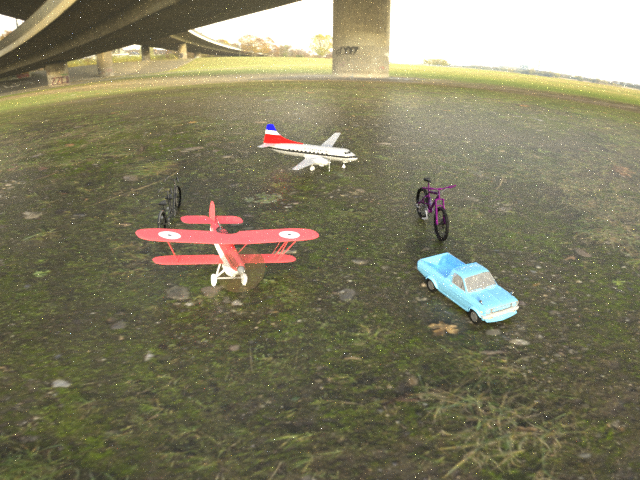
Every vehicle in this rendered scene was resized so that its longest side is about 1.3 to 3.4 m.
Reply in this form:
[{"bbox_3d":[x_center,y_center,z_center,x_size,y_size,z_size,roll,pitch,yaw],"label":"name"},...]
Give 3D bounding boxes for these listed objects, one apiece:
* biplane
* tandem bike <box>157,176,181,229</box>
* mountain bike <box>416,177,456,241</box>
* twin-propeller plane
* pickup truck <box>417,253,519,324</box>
[{"bbox_3d":[-1.361,0.039,10.277,2.598,0.981,2.120,-9,27,-18],"label":"biplane"},{"bbox_3d":[-2.598,-0.643,12.075,0.283,0.682,1.642,1,25,2],"label":"tandem bike"},{"bbox_3d":[1.880,-0.588,11.739,0.573,0.868,1.469,-5,26,-10],"label":"mountain bike"},{"bbox_3d":[-0.216,-1.978,14.779,2.129,0.792,2.663,9,27,18],"label":"twin-propeller plane"},{"bbox_3d":[2.009,0.588,9.662,0.640,0.511,1.603,-12,28,-25],"label":"pickup truck"}]
